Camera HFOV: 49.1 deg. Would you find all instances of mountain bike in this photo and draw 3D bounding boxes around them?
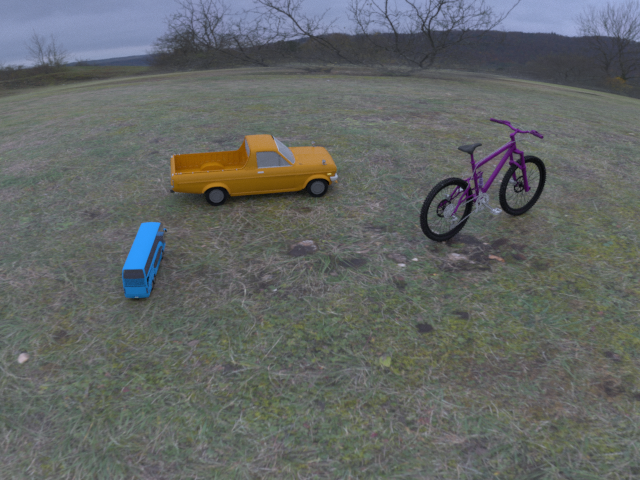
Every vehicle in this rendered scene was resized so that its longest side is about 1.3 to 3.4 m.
[{"bbox_3d":[2.785,-0.976,11.559,2.857,1.688,1.114,-17,32,-29],"label":"mountain bike"}]

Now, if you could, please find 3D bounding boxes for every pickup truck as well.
[{"bbox_3d":[-1.245,-1.384,13.096,3.117,0.993,1.244,-5,28,-10],"label":"pickup truck"}]

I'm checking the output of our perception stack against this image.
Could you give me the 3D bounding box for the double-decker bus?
[{"bbox_3d":[-2.601,0.255,10.436,0.389,0.541,1.672,-1,28,-2],"label":"double-decker bus"}]
